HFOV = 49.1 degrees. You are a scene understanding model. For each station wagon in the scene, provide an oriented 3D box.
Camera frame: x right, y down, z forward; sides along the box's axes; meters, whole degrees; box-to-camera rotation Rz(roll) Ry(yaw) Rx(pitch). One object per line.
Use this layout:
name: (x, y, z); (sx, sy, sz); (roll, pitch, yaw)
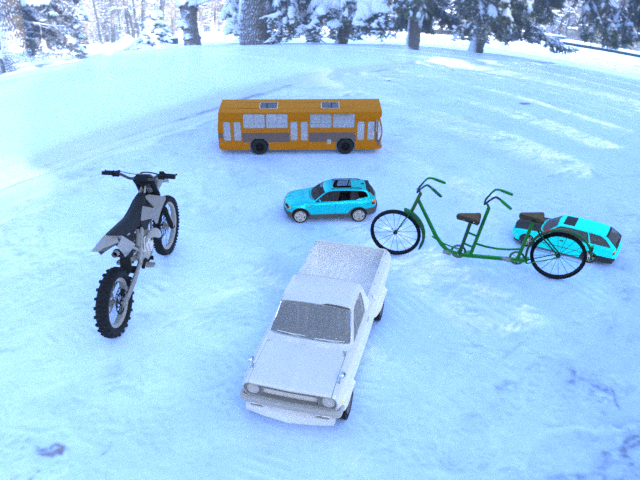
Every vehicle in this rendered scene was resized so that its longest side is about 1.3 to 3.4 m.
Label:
station wagon: (3.803, -0.101, 10.811); (1.597, 0.473, 0.682); (16, 34, 26)

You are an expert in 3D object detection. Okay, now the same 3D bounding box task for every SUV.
SUV: (0.174, -0.693, 11.716); (1.572, 0.580, 0.656); (-1, 30, -2)

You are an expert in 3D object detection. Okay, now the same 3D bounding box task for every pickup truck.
pickup truck: (0.062, 0.909, 8.569); (1.244, 0.993, 3.117); (8, 31, 13)

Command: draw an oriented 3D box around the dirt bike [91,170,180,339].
dirt bike: (-2.473, -0.038, 9.522); (1.024, 1.666, 2.903); (4, 31, 7)

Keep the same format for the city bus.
city bus: (-0.393, -2.293, 14.141); (3.255, 0.894, 0.926); (0, 30, -1)

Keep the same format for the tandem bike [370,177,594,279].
tandem bike: (2.293, -0.170, 10.085); (3.192, 1.326, 0.550); (8, 31, 14)
